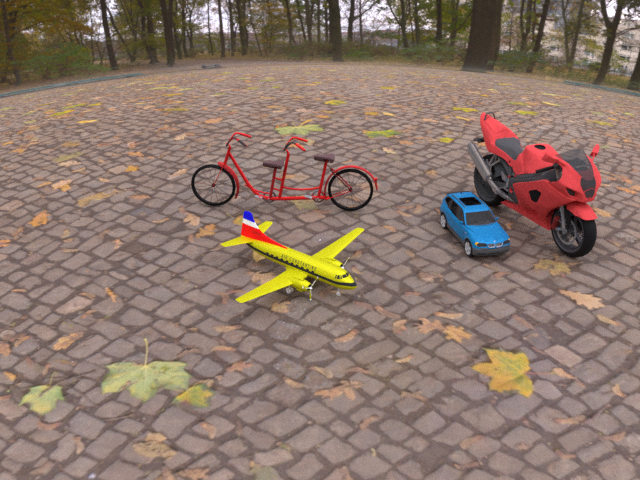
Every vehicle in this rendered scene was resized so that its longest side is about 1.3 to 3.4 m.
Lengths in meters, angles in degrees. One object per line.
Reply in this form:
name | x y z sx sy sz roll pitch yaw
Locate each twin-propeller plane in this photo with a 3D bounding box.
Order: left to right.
twin-propeller plane | -0.345 0.193 9.792 2.129 0.792 2.663 20 33 34

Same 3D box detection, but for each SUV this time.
SUV | 2.399 -0.282 10.944 0.656 0.580 1.572 -6 28 -12

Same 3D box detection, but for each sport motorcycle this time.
sport motorcycle | 3.363 -0.937 11.105 0.983 1.596 2.955 -11 29 -20

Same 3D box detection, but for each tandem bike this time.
tandem bike | -0.618 -1.128 11.771 3.192 1.326 0.550 2 27 4
